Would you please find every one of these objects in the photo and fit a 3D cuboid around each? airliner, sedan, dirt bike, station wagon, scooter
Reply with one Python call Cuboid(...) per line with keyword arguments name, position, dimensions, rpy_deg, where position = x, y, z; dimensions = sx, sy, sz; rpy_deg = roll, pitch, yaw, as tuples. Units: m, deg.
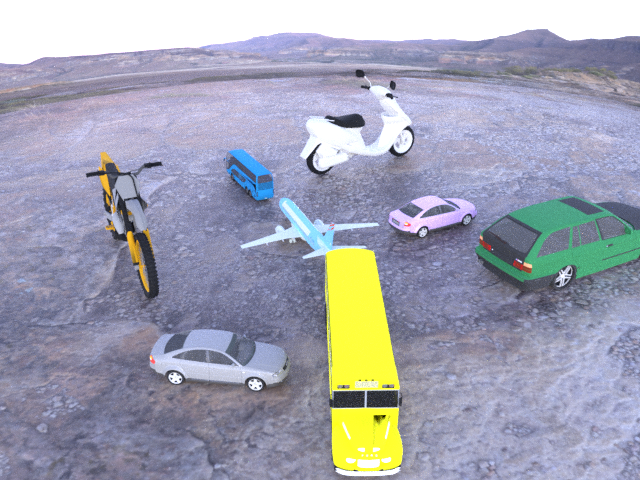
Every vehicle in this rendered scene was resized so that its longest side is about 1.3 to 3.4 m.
Cuboid(name="airliner", position=(-0.227, -0.360, 10.994), dimensions=(2.257, 0.835, 2.541), rpy_deg=(-10, 28, -18))
Cuboid(name="sedan", position=(-1.148, 1.330, 8.045), dimensions=(1.613, 0.483, 0.635), rpy_deg=(4, 27, 7))
Cuboid(name="dirt bike", position=(-2.798, -0.385, 10.123), dimensions=(1.024, 1.666, 2.903), rpy_deg=(-13, 30, -23))
Cuboid(name="sedan", position=(1.891, -0.461, 11.584), dimensions=(1.613, 0.483, 0.635), rpy_deg=(-15, 30, -27))
Cuboid(name="station wagon", position=(3.854, -0.115, 10.416), dimensions=(3.105, 0.920, 1.327), rpy_deg=(-14, 30, -25))
Cuboid(name="scooter", position=(0.814, -2.319, 13.811), dimensions=(2.721, 1.786, 1.288), rpy_deg=(-16, 31, -28))

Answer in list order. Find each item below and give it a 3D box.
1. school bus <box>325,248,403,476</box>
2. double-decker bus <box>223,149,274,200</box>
Cuboid(name="school bus", position=(0.424, 1.212, 7.880), dimensions=(0.709, 0.844, 3.322), rpy_deg=(0, 27, -1))
Cuboid(name="double-decker bus", position=(-1.338, -1.246, 13.071), dimensions=(0.389, 0.541, 1.672), rpy_deg=(-13, 30, -24))
